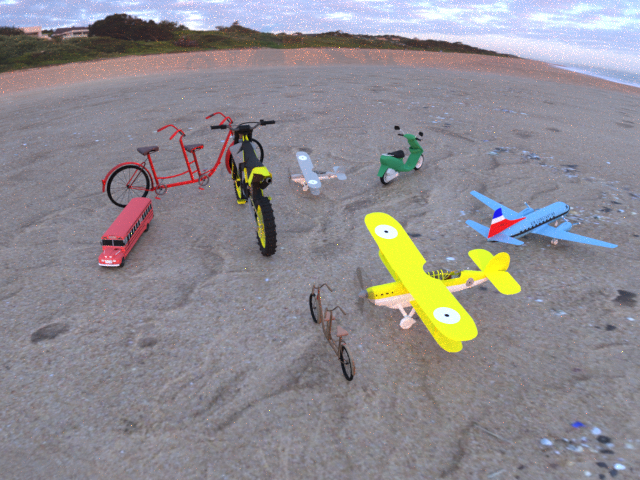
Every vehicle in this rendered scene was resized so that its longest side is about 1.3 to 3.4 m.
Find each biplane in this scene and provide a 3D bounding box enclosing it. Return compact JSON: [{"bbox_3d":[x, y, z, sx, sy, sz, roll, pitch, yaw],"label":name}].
[{"bbox_3d":[1.473,0.566,8.826,2.120,0.981,2.598,-9,28,-17],"label":"biplane"},{"bbox_3d":[-0.056,-1.168,12.778,1.090,0.504,1.336,-6,27,-12],"label":"biplane"}]

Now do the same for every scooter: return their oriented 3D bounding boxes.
[{"bbox_3d":[1.556,-1.616,13.204,0.662,0.919,1.399,22,34,37],"label":"scooter"}]

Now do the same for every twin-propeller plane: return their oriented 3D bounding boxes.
[{"bbox_3d":[3.278,-0.359,10.862,2.129,0.792,2.663,-20,33,-35],"label":"twin-propeller plane"}]

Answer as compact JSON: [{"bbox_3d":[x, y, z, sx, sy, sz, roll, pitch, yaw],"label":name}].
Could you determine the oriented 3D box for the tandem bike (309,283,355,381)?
[{"bbox_3d":[0.121,1.008,8.285,0.283,0.682,1.642,-8,28,-16],"label":"tandem bike"}]

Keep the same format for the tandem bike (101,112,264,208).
[{"bbox_3d":[-2.363,-1.467,12.459,3.192,1.326,0.550,-19,32,-32],"label":"tandem bike"}]

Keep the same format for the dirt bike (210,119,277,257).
[{"bbox_3d":[-1.117,-0.974,11.108,1.024,1.666,2.903,-8,28,-15],"label":"dirt bike"}]

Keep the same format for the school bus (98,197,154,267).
[{"bbox_3d":[-2.988,-0.130,10.805,0.365,0.434,1.708,2,27,4],"label":"school bus"}]
